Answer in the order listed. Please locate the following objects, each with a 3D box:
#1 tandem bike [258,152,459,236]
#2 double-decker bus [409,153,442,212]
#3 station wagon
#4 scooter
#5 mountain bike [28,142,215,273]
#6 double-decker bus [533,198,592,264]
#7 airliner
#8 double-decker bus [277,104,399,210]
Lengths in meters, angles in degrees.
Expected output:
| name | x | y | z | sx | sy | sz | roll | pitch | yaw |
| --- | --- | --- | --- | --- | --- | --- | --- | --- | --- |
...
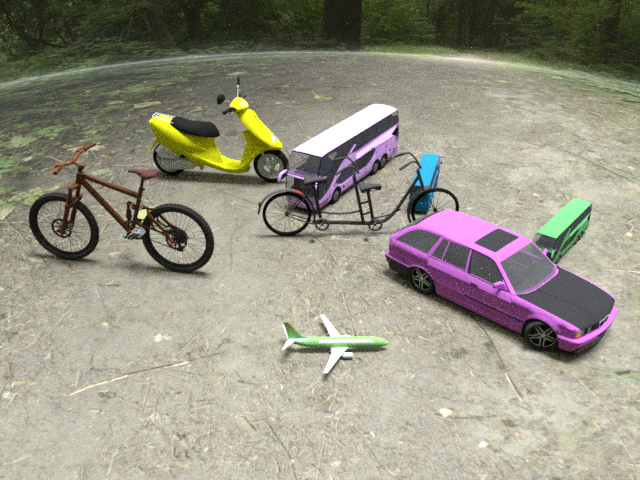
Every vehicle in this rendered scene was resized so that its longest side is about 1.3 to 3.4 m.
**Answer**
| name | x | y | z | sx | sy | sz | roll | pitch | yaw |
| --- | --- | --- | --- | --- | --- | --- | --- | --- | --- |
| tandem bike | 0.617 | -0.679 | 10.923 | 3.192 | 1.326 | 0.550 | -2 | 29 | -3 |
| double-decker bus | 1.873 | -1.054 | 12.413 | 0.389 | 0.541 | 1.672 | 7 | 30 | 13 |
| station wagon | 2.370 | 0.414 | 9.362 | 1.327 | 0.920 | 3.105 | -26 | 38 | -38 |
| scooter | -1.905 | -1.951 | 12.751 | 2.721 | 1.786 | 1.288 | 5 | 29 | 8 |
| mountain bike | -2.896 | -0.373 | 9.994 | 2.857 | 1.688 | 1.114 | 6 | 29 | 10 |
| double-decker bus | 3.680 | -0.103 | 10.690 | 0.389 | 0.541 | 1.672 | 21 | 35 | 33 |
| airliner | 0.192 | 1.164 | 8.510 | 1.307 | 0.429 | 1.161 | -1 | 29 | -1 |
| double-decker bus | 0.456 | -1.544 | 12.774 | 0.756 | 1.052 | 3.251 | 17 | 33 | 27 |
